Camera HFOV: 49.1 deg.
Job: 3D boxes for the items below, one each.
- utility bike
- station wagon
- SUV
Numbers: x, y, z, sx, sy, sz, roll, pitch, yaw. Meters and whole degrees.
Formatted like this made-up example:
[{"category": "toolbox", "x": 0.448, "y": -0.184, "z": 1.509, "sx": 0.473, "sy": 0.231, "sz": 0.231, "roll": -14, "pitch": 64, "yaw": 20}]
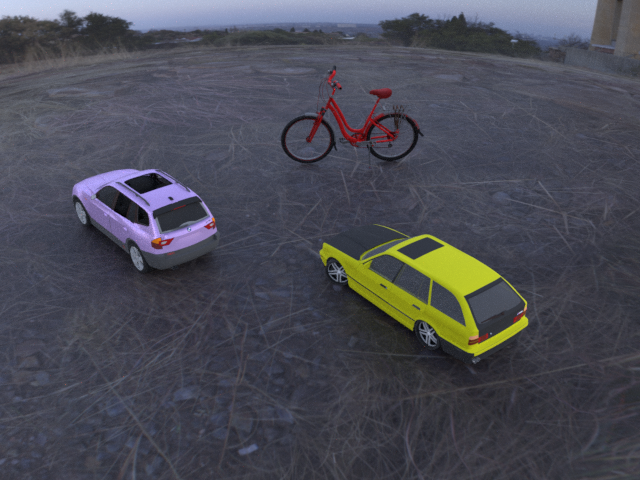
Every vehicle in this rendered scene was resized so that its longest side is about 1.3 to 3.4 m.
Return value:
[{"category": "utility bike", "x": 0.646, "y": -2.263, "z": 13.274, "sx": 2.791, "sy": 1.839, "sz": 1.039, "roll": -2, "pitch": 30, "yaw": -4}, {"category": "station wagon", "x": 1.288, "y": 0.462, "z": 9.505, "sx": 1.327, "sy": 0.920, "sz": 3.105, "roll": -21, "pitch": 36, "yaw": -32}, {"category": "SUV", "x": -2.820, "y": -0.539, "z": 11.017, "sx": 1.276, "sy": 1.128, "sz": 3.058, "roll": -24, "pitch": 38, "yaw": -35}]
